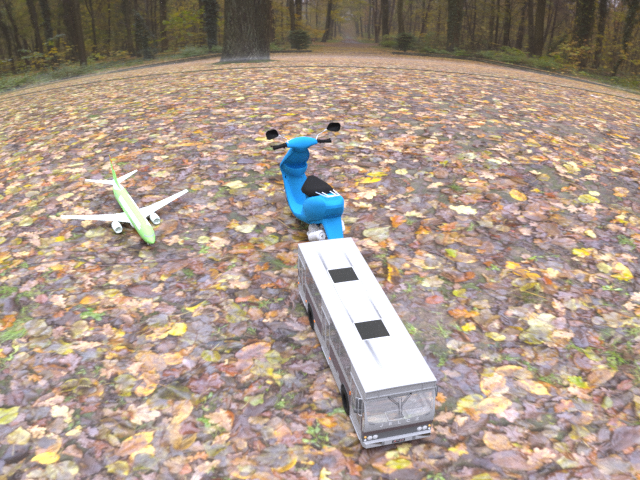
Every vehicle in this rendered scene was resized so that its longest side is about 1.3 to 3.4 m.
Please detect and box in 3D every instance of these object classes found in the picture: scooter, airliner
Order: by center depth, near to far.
[{"bbox_3d":[-0.168,-0.931,11.586,1.288,1.786,2.721,-10,30,-17],"label":"scooter"},{"bbox_3d":[-3.301,-0.696,12.144,2.257,0.835,2.541,-15,32,-25],"label":"airliner"}]

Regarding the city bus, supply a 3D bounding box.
[{"bbox_3d":[0.451,1.138,8.769,0.926,0.894,3.255,-7,30,-12],"label":"city bus"}]
